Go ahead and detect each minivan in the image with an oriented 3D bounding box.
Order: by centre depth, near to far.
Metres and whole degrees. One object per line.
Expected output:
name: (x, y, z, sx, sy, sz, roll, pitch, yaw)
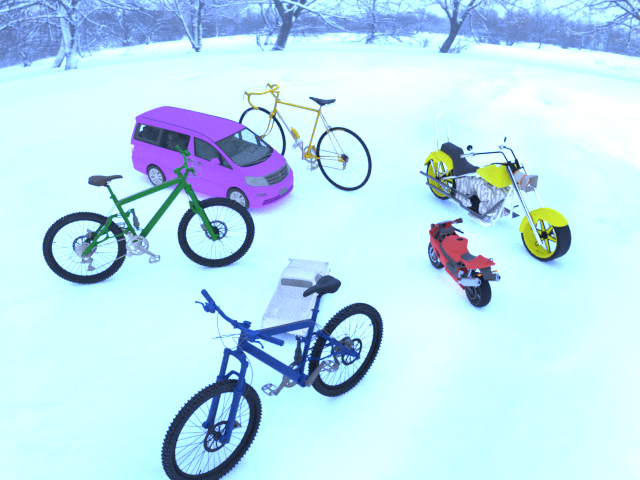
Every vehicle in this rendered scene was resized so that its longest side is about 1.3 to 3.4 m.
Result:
minivan: (-1.891, -1.469, 12.201, 3.011, 1.197, 1.324, 17, 33, 28)

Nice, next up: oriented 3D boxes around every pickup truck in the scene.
pickup truck: (-0.287, 0.672, 9.038, 0.640, 0.511, 1.603, 6, 29, 10)

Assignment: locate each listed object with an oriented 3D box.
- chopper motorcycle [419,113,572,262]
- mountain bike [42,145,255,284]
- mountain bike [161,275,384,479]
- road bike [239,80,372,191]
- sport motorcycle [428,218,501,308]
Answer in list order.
chopper motorcycle: (2.669, -0.867, 10.821, 0.906, 1.480, 3.040, -16, 33, -27)
mountain bike: (-2.308, -0.252, 9.493, 2.857, 1.688, 1.114, -7, 30, -13)
mountain bike: (-0.346, 1.217, 6.838, 2.857, 1.688, 1.114, -25, 38, -38)
road bike: (-0.344, -1.872, 12.455, 3.004, 1.656, 0.696, 19, 34, 31)
sport motorcycle: (1.875, 0.271, 9.443, 0.506, 0.821, 1.520, -11, 31, -19)
